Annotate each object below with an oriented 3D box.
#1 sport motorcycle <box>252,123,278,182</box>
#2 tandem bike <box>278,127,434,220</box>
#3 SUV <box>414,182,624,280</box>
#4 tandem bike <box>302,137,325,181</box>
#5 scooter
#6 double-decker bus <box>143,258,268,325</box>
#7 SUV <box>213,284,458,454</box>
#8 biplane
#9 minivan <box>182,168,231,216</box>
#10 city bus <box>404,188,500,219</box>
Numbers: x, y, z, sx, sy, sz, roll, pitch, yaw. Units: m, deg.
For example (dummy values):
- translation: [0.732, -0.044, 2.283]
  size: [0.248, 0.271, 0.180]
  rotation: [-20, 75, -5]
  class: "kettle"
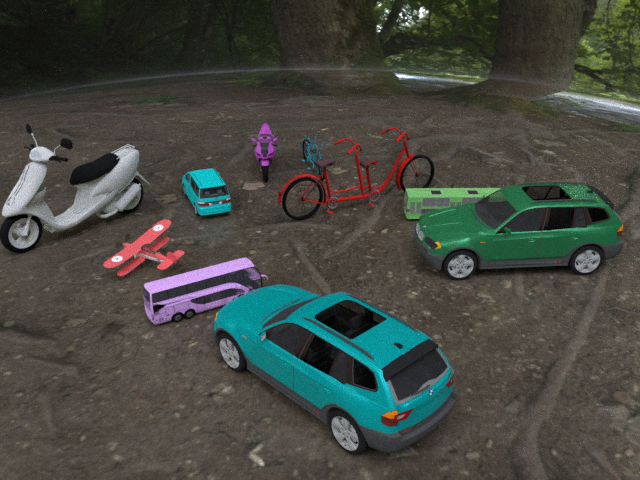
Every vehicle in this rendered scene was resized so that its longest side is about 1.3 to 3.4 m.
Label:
- translation: [-1.087, -1.764, 13.975]
  size: [0.506, 0.821, 1.520]
  rotation: [-1, 27, -3]
  class: "sport motorcycle"
- translation: [0.711, -1.184, 12.255]
  size: [3.192, 1.326, 0.550]
  rotation: [-13, 30, -25]
  class: "tandem bike"
- translation: [2.967, -0.208, 10.527]
  size: [3.058, 1.128, 1.276]
  rotation: [-2, 27, -4]
  class: "SUV"
- translation: [-0.137, -1.743, 14.088]
  size: [0.283, 0.682, 1.642]
  rotation: [-7, 28, -14]
  class: "tandem bike"
- translation: [-3.969, -0.970, 11.313]
  size: [1.288, 1.786, 2.721]
  rotation: [21, 33, 36]
  class: "scooter"
- translation: [-1.528, 0.666, 9.437]
  size: [1.672, 0.541, 0.389]
  rotation: [-15, 30, -27]
  class: "double-decker bus"
- translation: [0.060, 1.172, 7.772]
  size: [1.276, 1.128, 3.058]
  rotation: [-23, 35, -38]
  class: "SUV"
- translation: [-2.556, 0.208, 10.393]
  size: [1.090, 0.504, 1.336]
  rotation: [15, 30, 27]
  class: "biplane"
- translation: [-2.061, -0.941, 12.561]
  size: [0.681, 0.616, 1.548]
  rotation: [-10, 28, -19]
  class: "minivan"
- translation: [2.308, -0.609, 12.073]
  size: [1.674, 0.460, 0.476]
  rotation: [0, 27, -1]
  class: "city bus"
